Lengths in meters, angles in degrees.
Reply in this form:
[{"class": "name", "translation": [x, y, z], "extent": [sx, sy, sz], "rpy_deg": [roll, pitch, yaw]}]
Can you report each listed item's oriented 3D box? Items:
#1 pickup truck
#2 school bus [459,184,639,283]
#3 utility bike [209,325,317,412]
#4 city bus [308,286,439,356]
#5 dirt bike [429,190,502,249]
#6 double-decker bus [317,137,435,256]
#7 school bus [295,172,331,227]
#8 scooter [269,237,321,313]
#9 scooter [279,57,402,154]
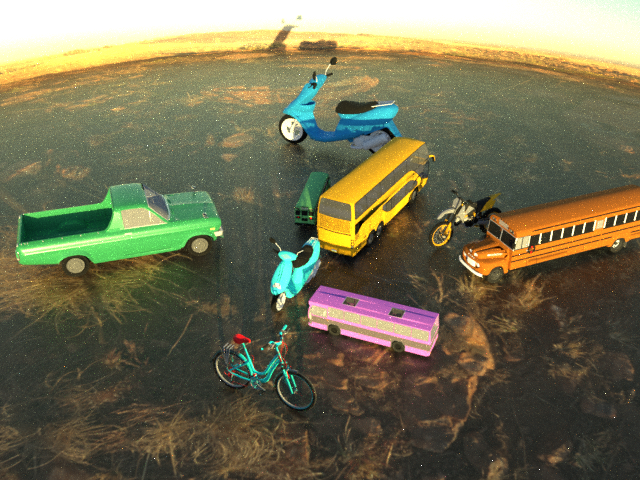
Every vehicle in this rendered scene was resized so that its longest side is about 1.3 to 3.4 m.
[{"class": "pickup truck", "translation": [-3.111, -0.269, 10.955], "extent": [3.117, 0.993, 1.244], "rpy_deg": [-9, 31, -16]}, {"class": "school bus", "translation": [3.721, -0.138, 10.878], "extent": [3.322, 0.844, 0.709], "rpy_deg": [-12, 32, -20]}, {"class": "utility bike", "translation": [-0.661, 1.420, 8.078], "extent": [1.435, 0.946, 0.535], "rpy_deg": [14, 33, 22]}, {"class": "city bus", "translation": [0.688, 1.066, 9.177], "extent": [1.674, 0.460, 0.476], "rpy_deg": [12, 32, 20]}, {"class": "dirt bike", "translation": [2.379, -0.364, 11.256], "extent": [1.493, 0.857, 0.527], "rpy_deg": [-16, 33, -25]}, {"class": "double-decker bus", "translation": [1.006, -0.846, 11.895], "extent": [0.756, 1.052, 3.251], "rpy_deg": [16, 34, 25]}, {"class": "school bus", "translation": [-0.106, -0.775, 12.391], "extent": [0.365, 0.434, 1.708], "rpy_deg": [5, 30, 9]}, {"class": "scooter", "translation": [-0.339, 0.359, 9.943], "extent": [0.662, 0.919, 1.399], "rpy_deg": [14, 33, 23]}, {"class": "scooter", "translation": [0.388, -2.681, 14.339], "extent": [2.721, 1.786, 1.288], "rpy_deg": [11, 32, 18]}]
